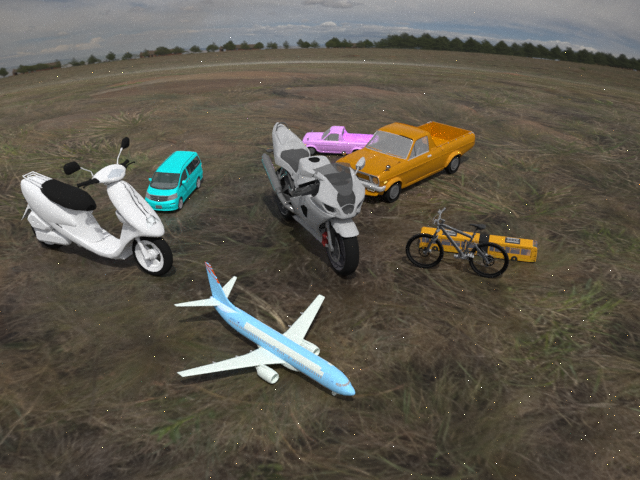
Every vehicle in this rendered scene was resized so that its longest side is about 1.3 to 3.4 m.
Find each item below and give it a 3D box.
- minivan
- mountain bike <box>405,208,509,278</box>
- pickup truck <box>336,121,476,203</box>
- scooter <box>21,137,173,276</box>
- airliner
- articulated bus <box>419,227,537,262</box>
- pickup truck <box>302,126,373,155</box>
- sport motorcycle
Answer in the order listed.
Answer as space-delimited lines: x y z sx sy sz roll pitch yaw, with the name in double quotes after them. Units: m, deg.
-2.581 -1.050 12.398 0.681 0.616 1.548 5 28 9 "minivan"
1.946 0.081 9.927 1.469 0.868 0.573 8 28 16 "mountain bike"
1.641 -1.652 13.155 1.244 0.993 3.117 23 35 38 "pickup truck"
-3.298 -0.499 10.052 2.721 1.786 1.288 12 30 23 "scooter"
-0.547 1.028 8.128 2.541 0.835 2.257 24 36 38 "airliner"
2.373 0.065 10.592 1.749 0.289 0.311 7 28 14 "articulated bus"
0.425 -2.052 14.457 1.603 0.511 0.640 4 28 8 "pickup truck"
-0.111 -0.688 10.625 0.983 1.596 2.955 -11 29 -21 "sport motorcycle"
